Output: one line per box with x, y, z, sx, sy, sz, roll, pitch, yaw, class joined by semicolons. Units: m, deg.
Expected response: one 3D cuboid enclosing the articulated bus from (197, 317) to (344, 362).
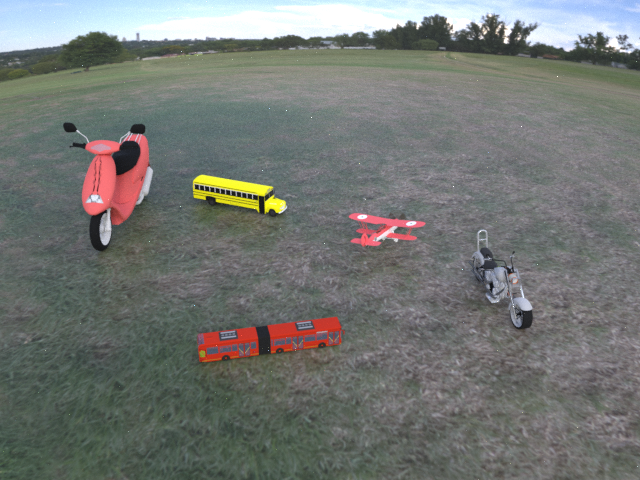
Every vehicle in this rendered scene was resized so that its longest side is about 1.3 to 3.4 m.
-0.591;1.202;8.473;1.749;0.289;0.311;-6;28;-11;articulated bus

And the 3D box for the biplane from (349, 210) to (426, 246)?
0.925;-0.123;10.813;1.336;0.504;1.090;19;33;32;biplane

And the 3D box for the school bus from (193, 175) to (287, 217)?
-1.391;-0.780;12.167;1.708;0.434;0.365;11;29;20;school bus

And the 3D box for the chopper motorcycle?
2.415;0.507;9.308;0.466;0.761;1.563;-6;28;-12;chopper motorcycle

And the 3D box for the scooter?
-3.287;-1.130;11.370;1.288;1.786;2.721;2;27;3;scooter
